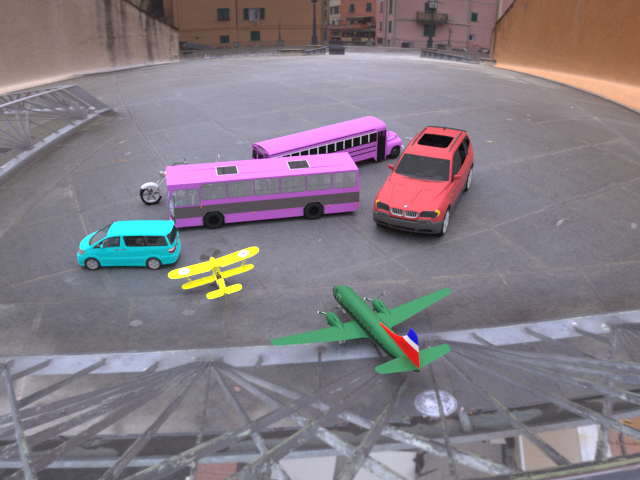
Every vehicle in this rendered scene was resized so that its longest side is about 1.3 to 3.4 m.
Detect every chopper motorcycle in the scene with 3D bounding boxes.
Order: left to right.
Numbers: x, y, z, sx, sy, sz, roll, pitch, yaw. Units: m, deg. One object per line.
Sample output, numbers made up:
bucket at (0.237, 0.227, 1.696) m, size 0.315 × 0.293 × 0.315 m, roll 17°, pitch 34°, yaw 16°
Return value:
chopper motorcycle at (-2.499, -1.098, 12.711) m, size 1.563 × 0.761 × 0.466 m, roll -11°, pitch 31°, yaw -18°

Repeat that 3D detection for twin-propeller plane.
twin-propeller plane at (0.681, 1.004, 8.929) m, size 2.663 × 0.792 × 2.129 m, roll -14°, pitch 32°, yaw -23°

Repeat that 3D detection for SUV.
SUV at (1.912, -1.139, 12.408) m, size 1.276 × 1.128 × 3.058 m, roll 11°, pitch 31°, yaw 19°

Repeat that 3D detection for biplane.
biplane at (-1.484, 0.526, 10.076) m, size 1.336 × 0.504 × 1.090 m, roll -9°, pitch 31°, yaw -16°

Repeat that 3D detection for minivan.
minivan at (-2.964, 0.054, 10.804) m, size 1.548 × 0.616 × 0.681 m, roll 0°, pitch 29°, yaw 0°

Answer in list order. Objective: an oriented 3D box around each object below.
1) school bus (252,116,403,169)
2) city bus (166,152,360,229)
school bus at (0.244, -1.805, 13.886) m, size 3.322 × 0.844 × 0.709 m, roll -18°, pitch 34°, yaw -29°
city bus at (-0.985, -0.844, 12.120) m, size 3.255 × 0.894 × 0.926 m, roll -6°, pitch 30°, yaw -10°
